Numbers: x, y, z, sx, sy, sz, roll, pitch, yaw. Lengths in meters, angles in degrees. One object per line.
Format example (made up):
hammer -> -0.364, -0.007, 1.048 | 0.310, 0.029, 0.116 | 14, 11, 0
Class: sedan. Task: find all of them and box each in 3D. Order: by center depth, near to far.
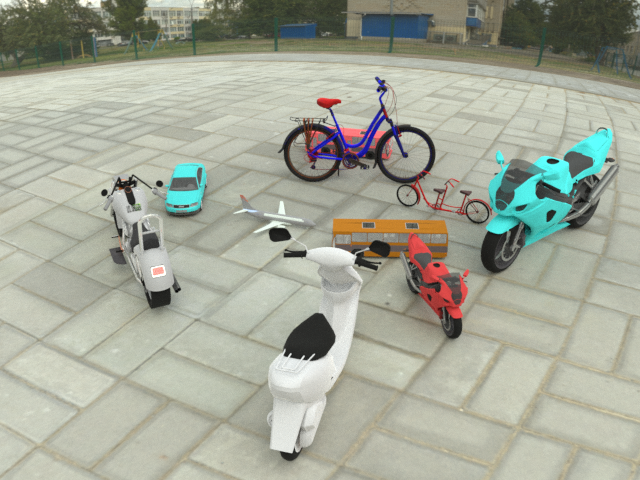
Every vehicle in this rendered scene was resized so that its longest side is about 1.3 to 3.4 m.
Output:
sedan -> -2.276, -0.932, 11.911 | 0.635, 0.483, 1.613 | -2, 29, -3

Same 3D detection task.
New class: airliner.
airliner -> -0.679, -0.440, 11.074 | 1.307, 0.429, 1.161 | 9, 30, 16

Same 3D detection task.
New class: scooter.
scooter -> 0.007, 0.875, 7.282 | 1.288, 1.786, 2.721 | 8, 30, 14

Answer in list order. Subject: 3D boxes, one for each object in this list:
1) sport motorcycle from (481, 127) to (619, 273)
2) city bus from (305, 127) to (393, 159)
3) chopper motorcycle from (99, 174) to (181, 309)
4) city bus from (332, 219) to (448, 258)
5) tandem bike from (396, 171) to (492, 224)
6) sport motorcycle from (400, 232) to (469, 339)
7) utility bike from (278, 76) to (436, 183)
sport motorcycle -> 3.329, -0.615, 10.182 | 2.955, 1.596, 0.983 | -24, 37, -36
city bus -> 0.567, -1.899, 13.691 | 1.674, 0.460, 0.476 | 7, 30, 12
chopper motorcycle -> -2.551, -0.254, 9.648 | 0.906, 1.480, 3.040 | -12, 31, -21
city bus -> 1.011, -0.010, 10.262 | 1.674, 0.460, 0.476 | 1, 29, 2
tandem bike -> 1.990, -0.708, 11.299 | 1.642, 0.682, 0.283 | 16, 33, 26
sport motorcycle -> 1.436, 0.563, 8.849 | 0.506, 0.821, 1.520 | -8, 30, -15
utility bike -> 0.645, -1.912, 12.285 | 2.791, 1.839, 1.039 | 1, 29, 2
